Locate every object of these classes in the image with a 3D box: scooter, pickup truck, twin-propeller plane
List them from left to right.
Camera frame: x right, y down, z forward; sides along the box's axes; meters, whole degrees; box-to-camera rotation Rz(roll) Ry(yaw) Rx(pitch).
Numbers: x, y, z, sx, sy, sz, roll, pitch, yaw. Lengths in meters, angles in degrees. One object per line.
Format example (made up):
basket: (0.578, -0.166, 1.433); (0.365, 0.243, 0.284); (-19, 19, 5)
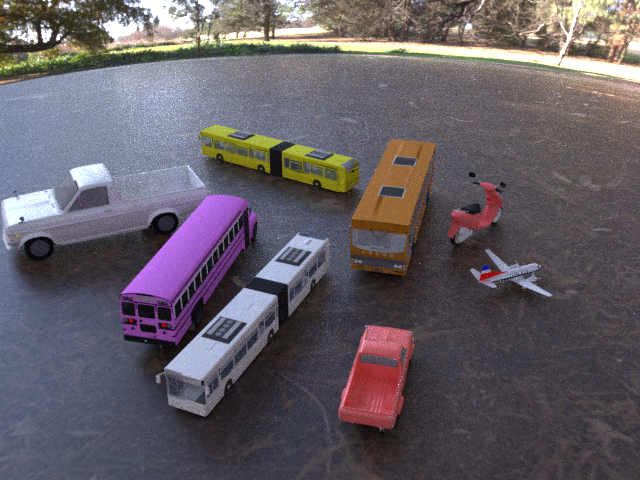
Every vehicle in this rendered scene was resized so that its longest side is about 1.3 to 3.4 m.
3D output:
pickup truck: (-3.323, -0.610, 10.878); (3.117, 0.993, 1.244); (-13, 31, -22)
pickup truck: (0.643, 1.422, 7.629); (0.640, 0.511, 1.603); (7, 29, 12)
scooter: (2.425, -0.490, 10.734); (1.399, 0.919, 0.662); (-25, 37, -38)
twin-propeller plane: (2.622, 0.426, 9.577); (1.095, 0.407, 1.370); (-13, 31, -22)

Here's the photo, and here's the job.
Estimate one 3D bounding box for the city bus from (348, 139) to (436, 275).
city bus: (1.205, -0.587, 10.939); (0.926, 0.894, 3.255); (7, 29, 13)

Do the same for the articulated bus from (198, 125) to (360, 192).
articulated bus: (-0.833, -1.552, 13.072); (3.401, 0.561, 0.605); (18, 33, 29)

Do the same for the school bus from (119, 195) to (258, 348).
school bus: (-1.618, 0.226, 9.489); (0.709, 0.844, 3.322); (6, 29, 11)

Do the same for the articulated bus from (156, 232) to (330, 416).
articulated bus: (-0.749, 0.872, 8.592); (0.605, 0.561, 3.401); (12, 31, 20)
